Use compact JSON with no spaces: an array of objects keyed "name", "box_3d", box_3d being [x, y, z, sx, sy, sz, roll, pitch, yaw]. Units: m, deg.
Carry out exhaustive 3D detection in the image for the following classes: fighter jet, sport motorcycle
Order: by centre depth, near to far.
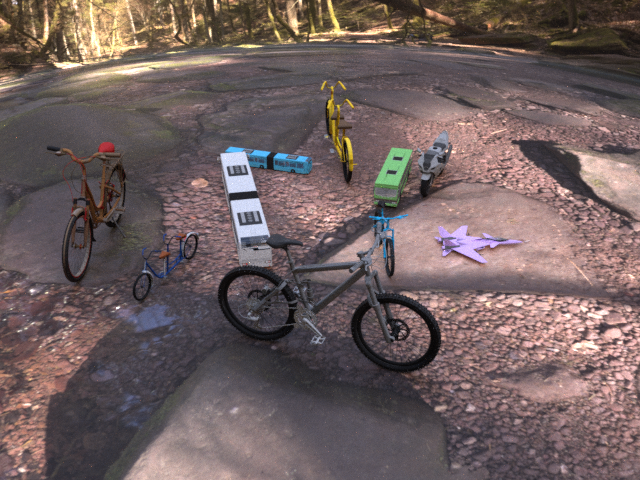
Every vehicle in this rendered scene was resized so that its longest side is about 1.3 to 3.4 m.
[{"name":"fighter jet","box_3d":[2.529,-0.014,10.976,1.358,0.286,1.147,-2,30,-4]},{"name":"sport motorcycle","box_3d":[2.103,-1.420,12.876,0.506,0.821,1.520,11,32,19]}]

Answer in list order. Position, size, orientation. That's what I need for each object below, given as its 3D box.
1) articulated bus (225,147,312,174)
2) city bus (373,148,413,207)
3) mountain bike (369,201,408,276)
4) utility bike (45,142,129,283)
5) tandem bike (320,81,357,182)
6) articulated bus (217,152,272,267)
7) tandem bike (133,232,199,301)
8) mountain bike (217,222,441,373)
[{"name":"articulated bus","box_3d":[-1.017,-1.554,13.641,1.749,0.289,0.311,9,31,16]},{"name":"city bus","box_3d":[1.350,-1.149,12.769,0.476,0.460,1.674,8,31,13]},{"name":"mountain bike","box_3d":[0.967,-0.108,10.557,0.573,0.868,1.469,-3,30,-5]},{"name":"utility bike","box_3d":[-3.307,-0.682,10.581,1.039,1.839,2.791,2,30,3]},{"name":"tandem bike","box_3d":[0.354,-2.259,13.826,0.550,1.326,3.192,-4,30,-6]},{"name":"articulated bus","box_3d":[-1.279,-0.600,11.716,0.605,0.561,3.401,-6,31,-10]},{"name":"tandem bike","box_3d":[-2.212,0.247,10.129,0.283,0.682,1.642,12,32,21]},{"name":"mountain bike","box_3d":[0.051,0.693,8.350,2.857,1.688,1.114,10,32,17]}]
